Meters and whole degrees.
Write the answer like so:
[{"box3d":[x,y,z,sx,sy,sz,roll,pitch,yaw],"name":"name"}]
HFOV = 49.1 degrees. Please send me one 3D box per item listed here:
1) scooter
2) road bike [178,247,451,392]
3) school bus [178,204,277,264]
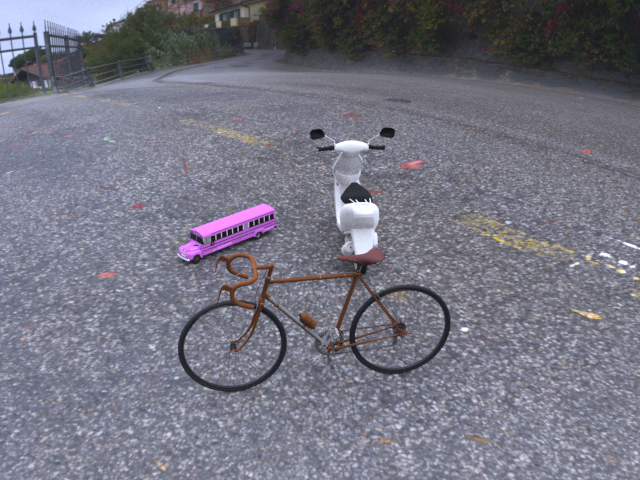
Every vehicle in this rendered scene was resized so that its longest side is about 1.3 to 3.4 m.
[{"box3d":[0.510,-0.729,10.581,1.288,1.786,2.721,-2,26,-4],"name":"scooter"},{"box3d":[-0.018,0.851,7.505,3.004,1.656,0.697,-4,26,-9],"name":"road bike"},{"box3d":[-1.433,-0.111,10.856,1.708,0.434,0.365,-23,34,-39],"name":"school bus"}]
